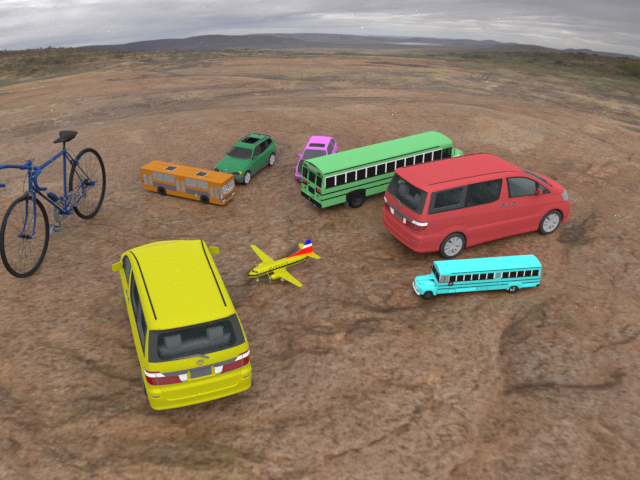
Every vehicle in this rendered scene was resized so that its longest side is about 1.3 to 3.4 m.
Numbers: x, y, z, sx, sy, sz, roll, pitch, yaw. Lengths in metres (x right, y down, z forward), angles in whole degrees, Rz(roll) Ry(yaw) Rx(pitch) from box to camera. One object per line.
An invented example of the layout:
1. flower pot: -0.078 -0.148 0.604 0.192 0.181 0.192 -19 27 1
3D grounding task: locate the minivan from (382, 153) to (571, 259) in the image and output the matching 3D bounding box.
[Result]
1. minivan: 2.492 -0.656 10.838 3.011 1.197 1.324 -12 31 -22

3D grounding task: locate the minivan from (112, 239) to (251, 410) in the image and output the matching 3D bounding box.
1. minivan: -1.713 0.694 8.348 1.324 1.197 3.011 -10 30 -17

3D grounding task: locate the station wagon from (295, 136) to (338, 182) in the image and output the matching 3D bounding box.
1. station wagon: -0.061 -1.568 13.279 0.682 0.473 1.597 5 29 8

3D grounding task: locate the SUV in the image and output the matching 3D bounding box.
1. SUV: -1.385 -1.552 13.137 0.656 0.580 1.572 12 31 21

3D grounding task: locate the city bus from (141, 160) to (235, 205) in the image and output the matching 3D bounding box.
1. city bus: -2.311 -0.989 12.224 1.674 0.460 0.476 12 31 21

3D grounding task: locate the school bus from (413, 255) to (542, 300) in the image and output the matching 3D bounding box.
1. school bus: 2.124 0.493 9.519 1.708 0.434 0.365 -4 29 -7

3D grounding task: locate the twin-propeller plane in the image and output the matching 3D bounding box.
1. twin-propeller plane: -0.549 0.297 9.909 1.095 0.407 1.370 -18 33 -29

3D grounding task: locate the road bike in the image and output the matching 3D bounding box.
1. road bike: -3.928 -0.696 10.431 0.696 1.656 3.004 5 29 9

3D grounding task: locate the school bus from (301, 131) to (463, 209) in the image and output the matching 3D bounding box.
1. school bus: 1.253 -1.280 12.359 3.322 0.844 0.709 -16 33 -28
